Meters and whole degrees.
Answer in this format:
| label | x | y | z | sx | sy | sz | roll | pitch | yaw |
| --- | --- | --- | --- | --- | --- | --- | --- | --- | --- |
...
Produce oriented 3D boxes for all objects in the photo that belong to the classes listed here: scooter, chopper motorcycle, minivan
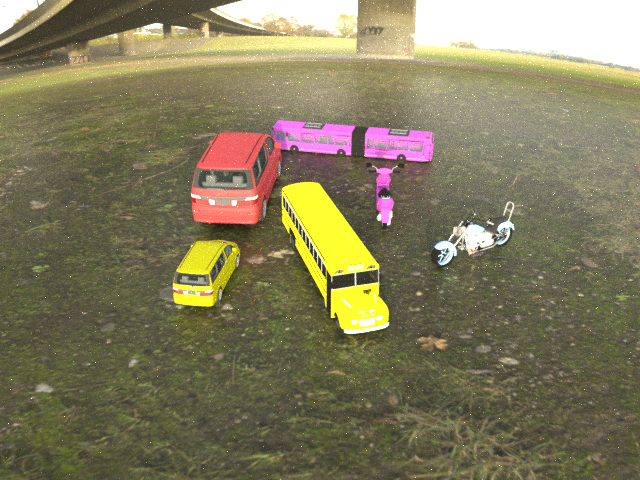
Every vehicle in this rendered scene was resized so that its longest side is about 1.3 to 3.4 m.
| label | x | y | z | sx | sy | sz | roll | pitch | yaw |
| --- | --- | --- | --- | --- | --- | --- | --- | --- | --- |
| scooter | 1.097 | -0.821 | 11.927 | 0.662 | 0.919 | 1.399 | 1 | 28 | 2 |
| chopper motorcycle | 2.365 | -0.090 | 10.721 | 1.563 | 0.761 | 0.466 | -16 | 32 | -27 |
| minivan | -1.425 | -1.291 | 12.516 | 1.324 | 1.197 | 3.011 | 2 | 28 | 4 |
| minivan | -1.599 | 0.360 | 10.029 | 0.681 | 0.616 | 1.548 | 4 | 28 | 8 |

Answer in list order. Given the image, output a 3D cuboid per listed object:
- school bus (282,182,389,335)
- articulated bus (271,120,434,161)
| label | x | y | z | sx | sy | sz | roll | pitch | yaw |
| --- | --- | --- | --- | --- | --- | --- | --- | --- | --- |
| school bus | 0.150 | 0.174 | 10.135 | 0.709 | 0.844 | 3.322 | -8 | 29 | -14 |
| articulated bus | 0.654 | -2.081 | 14.679 | 3.401 | 0.561 | 0.605 | 6 | 29 | 12 |
